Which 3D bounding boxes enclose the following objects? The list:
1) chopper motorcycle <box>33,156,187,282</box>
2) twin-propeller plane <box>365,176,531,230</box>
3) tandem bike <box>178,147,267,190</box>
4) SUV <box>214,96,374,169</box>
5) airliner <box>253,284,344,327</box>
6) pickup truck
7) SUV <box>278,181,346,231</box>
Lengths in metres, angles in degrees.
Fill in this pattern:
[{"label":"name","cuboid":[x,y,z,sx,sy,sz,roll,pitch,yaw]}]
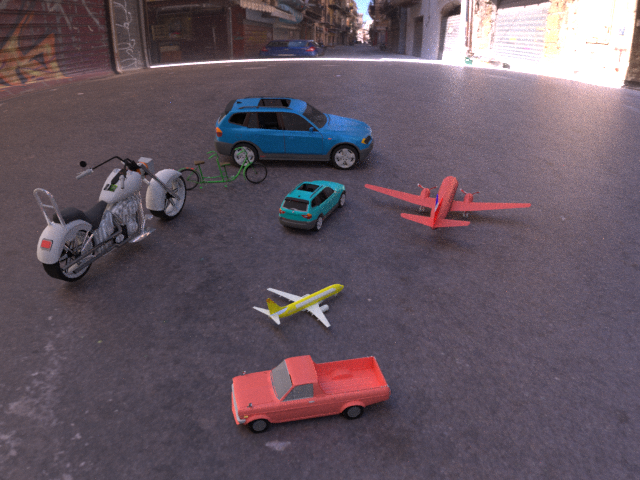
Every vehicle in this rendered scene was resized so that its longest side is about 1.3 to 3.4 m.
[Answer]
[{"label":"chopper motorcycle","cuboid":[-2.883,-0.550,10.043,0.906,1.480,3.040,11,30,21]},{"label":"twin-propeller plane","cuboid":[1.958,-0.691,11.057,2.663,0.792,2.129,8,29,15]},{"label":"tandem bike","cuboid":[-1.736,-1.242,12.234,1.642,0.682,0.283,-7,28,-12]},{"label":"SUV","cuboid":[-0.497,-2.098,13.394,3.058,1.128,1.276,1,28,3]},{"label":"airliner","cuboid":[-0.173,0.702,8.776,1.307,0.429,1.161,-23,35,-37]},{"label":"pickup truck","cuboid":[-0.107,1.499,7.159,1.603,0.511,0.640,-6,28,-11]},{"label":"SUV","cuboid":[-0.105,-0.654,11.215,0.656,0.580,1.572,11,30,21]}]
